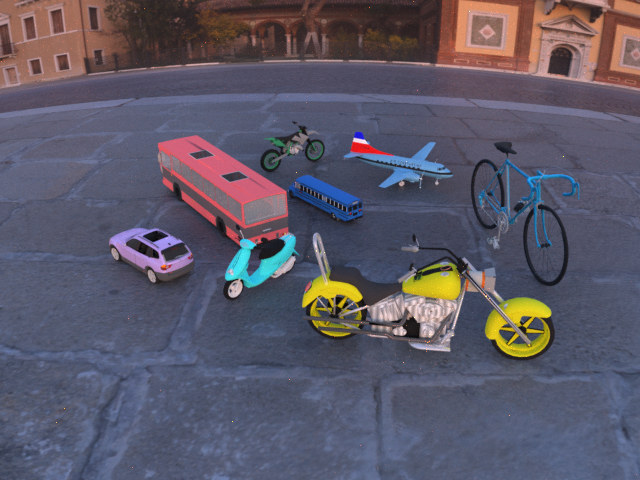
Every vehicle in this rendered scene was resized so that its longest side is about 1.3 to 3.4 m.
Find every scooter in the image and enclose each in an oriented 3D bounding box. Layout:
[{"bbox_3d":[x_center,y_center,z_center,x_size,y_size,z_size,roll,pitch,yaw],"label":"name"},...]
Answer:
[{"bbox_3d":[-0.827,0.234,9.868,0.662,0.919,1.399,24,36,38],"label":"scooter"}]

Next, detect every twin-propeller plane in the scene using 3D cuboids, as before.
[{"bbox_3d":[1.547,-1.566,13.466,2.129,0.792,2.663,14,30,25],"label":"twin-propeller plane"}]

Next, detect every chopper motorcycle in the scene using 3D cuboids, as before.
[{"bbox_3d":[1.288,0.680,8.401,3.040,1.480,0.906,4,28,7],"label":"chopper motorcycle"}]

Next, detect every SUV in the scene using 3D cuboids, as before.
[{"bbox_3d":[-2.532,0.126,10.441,1.572,0.580,0.656,24,36,38],"label":"SUV"}]

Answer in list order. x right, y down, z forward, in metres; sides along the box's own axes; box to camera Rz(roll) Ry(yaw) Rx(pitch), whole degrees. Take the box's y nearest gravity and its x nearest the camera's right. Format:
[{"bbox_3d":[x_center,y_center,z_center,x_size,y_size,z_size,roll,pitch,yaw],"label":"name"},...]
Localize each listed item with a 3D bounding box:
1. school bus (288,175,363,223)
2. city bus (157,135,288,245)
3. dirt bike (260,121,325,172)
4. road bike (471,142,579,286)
[{"bbox_3d":[0.053,-0.756,12.296,0.365,0.434,1.708,-21,34,-34],"label":"school bus"},{"bbox_3d":[-1.739,-0.872,12.020,0.926,0.894,3.255,-17,32,-30],"label":"city bus"},{"bbox_3d":[-0.541,-1.875,13.989,1.493,0.857,0.527,-16,32,-29],"label":"dirt bike"},{"bbox_3d":[2.961,-0.556,10.588,0.696,1.656,3.004,-6,28,-12],"label":"road bike"}]
